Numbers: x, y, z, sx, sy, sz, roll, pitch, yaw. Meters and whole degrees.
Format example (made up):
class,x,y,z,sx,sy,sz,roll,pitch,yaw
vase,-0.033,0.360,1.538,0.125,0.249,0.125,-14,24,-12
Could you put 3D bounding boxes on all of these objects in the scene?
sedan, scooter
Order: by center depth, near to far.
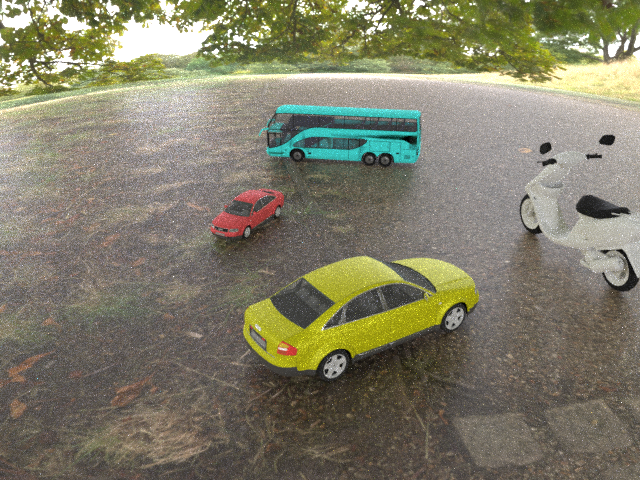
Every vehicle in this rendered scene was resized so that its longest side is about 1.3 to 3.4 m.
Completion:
class,x,y,z,sx,sy,sz,roll,pitch,yaw
sedan,0.589,0.738,8.504,3.137,0.940,1.235,-16,30,-29
scooter,3.781,-0.509,10.089,1.288,1.786,2.721,-9,28,-18
sedan,-1.183,-0.489,11.531,0.635,0.483,1.613,13,29,25

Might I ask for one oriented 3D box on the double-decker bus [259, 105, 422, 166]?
class,x,y,z,sx,sy,sz,roll,pitch,yaw
double-decker bus,0.423,-2.149,14.278,3.251,1.052,0.756,4,26,8
